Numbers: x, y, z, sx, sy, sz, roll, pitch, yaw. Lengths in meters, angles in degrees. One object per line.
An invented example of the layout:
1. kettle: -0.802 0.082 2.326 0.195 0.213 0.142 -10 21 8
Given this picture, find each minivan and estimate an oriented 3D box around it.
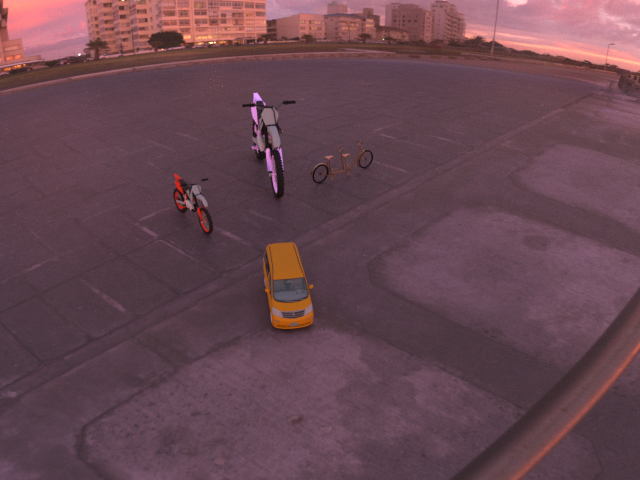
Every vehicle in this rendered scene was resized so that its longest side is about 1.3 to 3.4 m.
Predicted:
1. minivan: -0.479 0.644 10.149 0.681 0.616 1.548 -5 29 -8

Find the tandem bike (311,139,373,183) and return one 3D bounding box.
1. tandem bike: 0.464 -1.615 14.170 1.642 0.682 0.283 -21 35 -33

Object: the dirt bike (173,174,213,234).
1. dirt bike: -2.254 -0.697 12.326 0.527 0.857 1.493 -18 34 -30

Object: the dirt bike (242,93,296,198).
1. dirt bike: -1.043 -2.036 13.914 1.024 1.666 2.903 -7 30 -12
